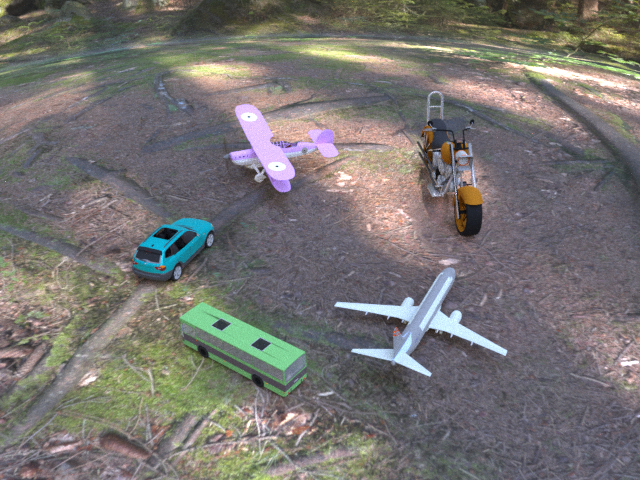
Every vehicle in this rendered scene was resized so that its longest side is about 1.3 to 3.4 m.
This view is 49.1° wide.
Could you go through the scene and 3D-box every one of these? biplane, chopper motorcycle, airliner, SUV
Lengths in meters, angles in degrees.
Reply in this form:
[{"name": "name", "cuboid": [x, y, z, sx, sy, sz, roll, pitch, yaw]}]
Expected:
[{"name": "biplane", "cuboid": [-0.722, -1.611, 12.775, 2.120, 0.981, 2.598, -11, 33, -17]}, {"name": "chopper motorcycle", "cuboid": [2.220, -1.353, 11.871, 0.906, 1.480, 3.040, -3, 31, -5]}, {"name": "airliner", "cuboid": [1.348, 0.808, 8.940, 2.257, 0.835, 2.541, 14, 34, 22]}, {"name": "SUV", "cuboid": [-2.167, 0.050, 10.430, 0.656, 0.580, 1.572, 11, 33, 18]}]

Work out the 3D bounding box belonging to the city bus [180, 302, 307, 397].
[{"name": "city bus", "cuboid": [-0.950, 1.316, 8.466, 1.674, 0.460, 0.476, 21, 37, 30]}]
